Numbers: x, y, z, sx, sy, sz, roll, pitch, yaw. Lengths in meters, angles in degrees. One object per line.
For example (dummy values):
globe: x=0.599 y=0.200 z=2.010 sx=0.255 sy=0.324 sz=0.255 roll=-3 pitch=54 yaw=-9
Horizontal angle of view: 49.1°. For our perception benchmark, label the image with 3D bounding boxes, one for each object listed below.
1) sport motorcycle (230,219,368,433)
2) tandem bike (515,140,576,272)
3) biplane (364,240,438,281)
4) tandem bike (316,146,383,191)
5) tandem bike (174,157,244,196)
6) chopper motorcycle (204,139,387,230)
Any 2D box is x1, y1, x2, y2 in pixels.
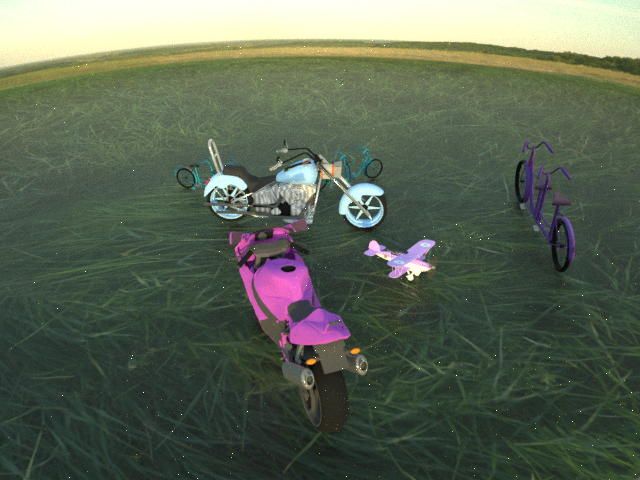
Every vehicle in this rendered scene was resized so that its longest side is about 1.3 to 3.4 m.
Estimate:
sport motorcycle: x=-0.335 y=0.868 z=8.122 sx=0.983 sy=1.596 sz=2.955 roll=-11 pitch=31 yaw=-19
tandem bike: x=3.589 y=-0.697 z=11.258 sx=0.550 sy=1.326 sz=3.192 roll=0 pitch=29 yaw=0
biplane: x=1.208 y=0.270 z=10.349 sx=1.090 sy=0.504 sz=1.336 roll=17 pitch=33 yaw=28
tandem bike: x=0.484 y=-1.348 z=13.115 sx=1.642 sy=0.682 sz=0.283 roll=-14 pitch=32 yaw=-24
tandem bike: x=-1.952 y=-1.182 z=12.812 sx=1.642 sy=0.682 sz=0.283 roll=10 pitch=30 yaw=18
chopper motorcycle: x=-0.409 y=-0.903 z=11.473 sx=3.040 sy=1.480 sz=0.906 roll=2 pitch=29 yaw=4
